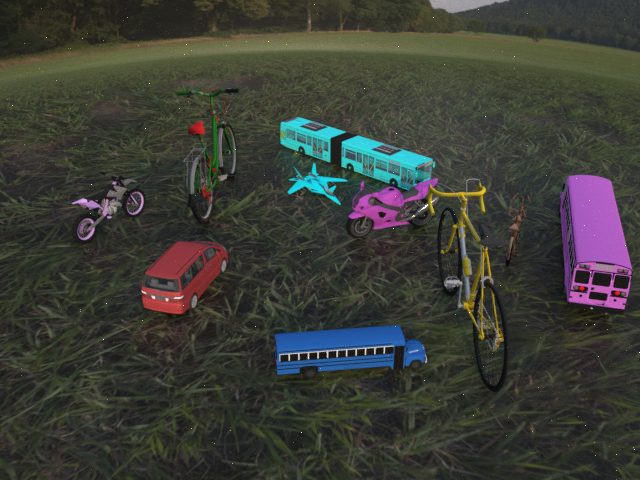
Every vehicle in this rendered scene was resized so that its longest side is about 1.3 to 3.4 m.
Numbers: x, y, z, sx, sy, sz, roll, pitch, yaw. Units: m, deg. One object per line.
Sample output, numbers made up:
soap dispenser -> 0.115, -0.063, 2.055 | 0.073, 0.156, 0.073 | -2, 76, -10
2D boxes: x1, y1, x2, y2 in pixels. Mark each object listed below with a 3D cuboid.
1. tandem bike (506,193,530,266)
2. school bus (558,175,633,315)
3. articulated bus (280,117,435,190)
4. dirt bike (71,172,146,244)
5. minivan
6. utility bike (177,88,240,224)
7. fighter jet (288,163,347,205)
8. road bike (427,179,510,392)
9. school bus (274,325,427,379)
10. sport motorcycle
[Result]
tandem bike -> 2.874, -0.208, 10.251 | 0.283, 0.682, 1.642 | 10, 30, 18
school bus -> 3.813, -0.107, 9.893 | 0.709, 0.844, 3.322 | 7, 29, 13
articulated bus -> 0.594, -1.634, 13.023 | 3.401, 0.561, 0.605 | 24, 37, 37
dirt bike -> -3.234, -0.549, 10.699 | 0.527, 0.857, 1.493 | 16, 32, 27
minivan -> -1.749, 0.372, 9.245 | 0.681, 0.616, 1.548 | 8, 29, 15
utility bike -> -1.847, -1.489, 11.407 | 1.039, 1.839, 2.791 | 3, 29, 6
fighter jet -> 0.018, -0.944, 12.033 | 1.147, 0.286, 1.358 | -14, 31, -25
road bike -> 1.743, 0.373, 8.149 | 0.696, 1.656, 3.004 | -2, 28, -4
school bus -> 0.350, 1.236, 7.835 | 1.708, 0.434, 0.365 | -3, 29, -6
sport motorcycle -> 1.100, -0.495, 10.637 | 1.520, 0.821, 0.506 | -11, 30, -19
